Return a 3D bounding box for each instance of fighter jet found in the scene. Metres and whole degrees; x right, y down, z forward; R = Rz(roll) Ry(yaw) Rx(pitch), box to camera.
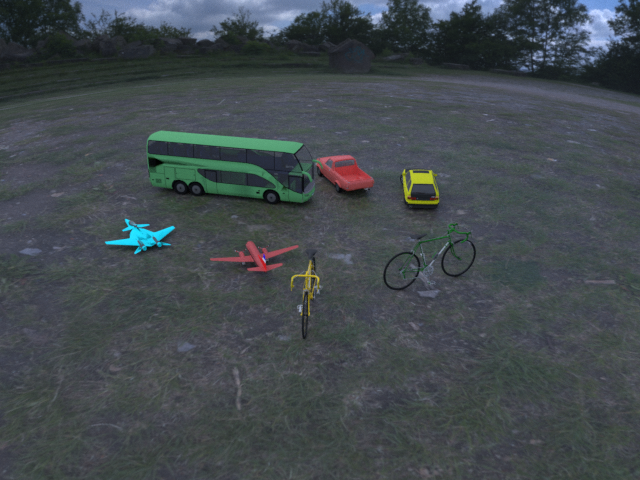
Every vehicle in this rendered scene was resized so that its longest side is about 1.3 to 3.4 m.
[{"bbox_3d":[-2.968,-0.186,11.418,1.147,0.286,1.358,-15,30,-29],"label":"fighter jet"}]

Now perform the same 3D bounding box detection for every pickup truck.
[{"bbox_3d":[0.458,-1.336,13.548,0.640,0.511,1.603,-10,27,-20],"label":"pickup truck"}]

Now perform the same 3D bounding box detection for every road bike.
[{"bbox_3d":[1.575,0.234,9.895,1.545,0.852,0.358,-11,28,-22],"label":"road bike"},{"bbox_3d":[-0.142,0.617,9.100,0.358,0.852,1.545,2,26,5],"label":"road bike"}]

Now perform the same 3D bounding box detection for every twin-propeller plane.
[{"bbox_3d":[-0.947,0.203,10.471,1.370,0.407,1.095,-9,27,-17],"label":"twin-propeller plane"}]

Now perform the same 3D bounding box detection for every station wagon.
[{"bbox_3d":[1.863,-1.064,13.027,0.682,0.473,1.597,1,26,3],"label":"station wagon"}]

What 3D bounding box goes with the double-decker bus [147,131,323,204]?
[{"bbox_3d":[-1.608,-1.349,12.950,3.251,1.052,0.756,7,27,14],"label":"double-decker bus"}]
